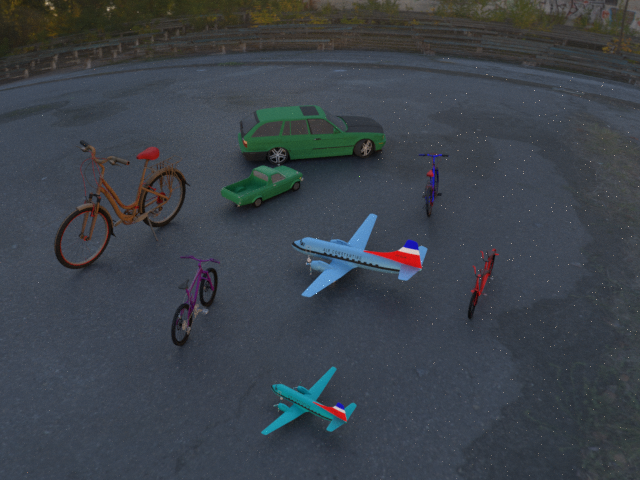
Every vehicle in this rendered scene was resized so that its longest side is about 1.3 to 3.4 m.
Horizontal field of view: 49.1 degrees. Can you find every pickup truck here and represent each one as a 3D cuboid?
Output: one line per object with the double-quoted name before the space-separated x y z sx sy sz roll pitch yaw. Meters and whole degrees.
"pickup truck" -1.055 -1.052 12.977 0.640 0.511 1.603 26 39 38

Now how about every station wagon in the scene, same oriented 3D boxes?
"station wagon" -0.157 -2.295 14.721 3.105 0.920 1.327 -6 30 -9

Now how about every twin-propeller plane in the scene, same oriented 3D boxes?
"twin-propeller plane" -0.143 1.845 8.057 1.095 0.407 1.370 20 36 31
"twin-propeller plane" 0.519 0.163 10.589 2.129 0.792 2.663 13 32 21

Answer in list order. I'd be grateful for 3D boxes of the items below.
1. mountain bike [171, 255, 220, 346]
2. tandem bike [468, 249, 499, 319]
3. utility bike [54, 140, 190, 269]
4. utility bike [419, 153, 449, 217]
"mountain bike" -1.691 0.757 9.483 0.573 0.868 1.469 7 31 13
"tandem bike" 2.368 0.499 10.117 0.283 0.682 1.642 13 32 21
"utility bike" -3.009 -0.704 11.045 1.039 1.839 2.791 19 35 30
"utility bike" 1.976 -1.050 12.537 0.535 0.946 1.435 8 31 14
